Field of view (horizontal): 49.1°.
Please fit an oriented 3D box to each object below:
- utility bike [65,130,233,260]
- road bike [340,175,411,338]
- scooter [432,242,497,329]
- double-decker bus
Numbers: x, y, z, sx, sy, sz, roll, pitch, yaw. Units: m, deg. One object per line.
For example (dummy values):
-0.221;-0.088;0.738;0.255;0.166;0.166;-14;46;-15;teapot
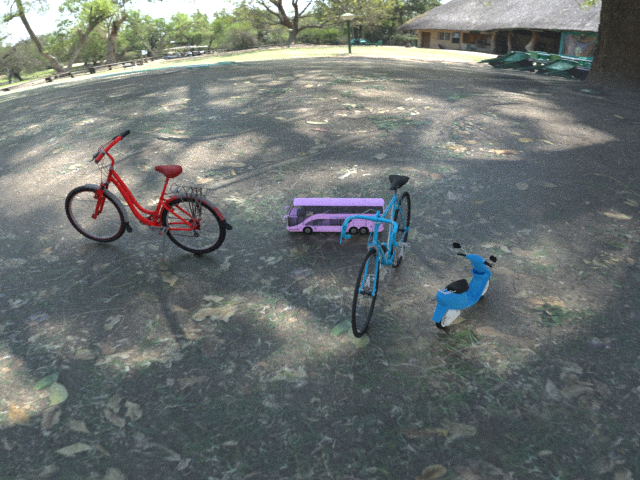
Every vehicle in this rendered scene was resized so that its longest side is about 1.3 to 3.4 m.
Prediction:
-2.712;-0.606;10.610;2.791;1.839;1.039;6;29;11;utility bike
0.897;0.048;9.597;0.696;1.656;3.004;10;30;17;road bike
1.944;0.587;9.376;0.662;0.919;1.399;22;36;35;scooter
0.234;-0.407;11.605;1.672;0.541;0.389;0;28;1;double-decker bus
